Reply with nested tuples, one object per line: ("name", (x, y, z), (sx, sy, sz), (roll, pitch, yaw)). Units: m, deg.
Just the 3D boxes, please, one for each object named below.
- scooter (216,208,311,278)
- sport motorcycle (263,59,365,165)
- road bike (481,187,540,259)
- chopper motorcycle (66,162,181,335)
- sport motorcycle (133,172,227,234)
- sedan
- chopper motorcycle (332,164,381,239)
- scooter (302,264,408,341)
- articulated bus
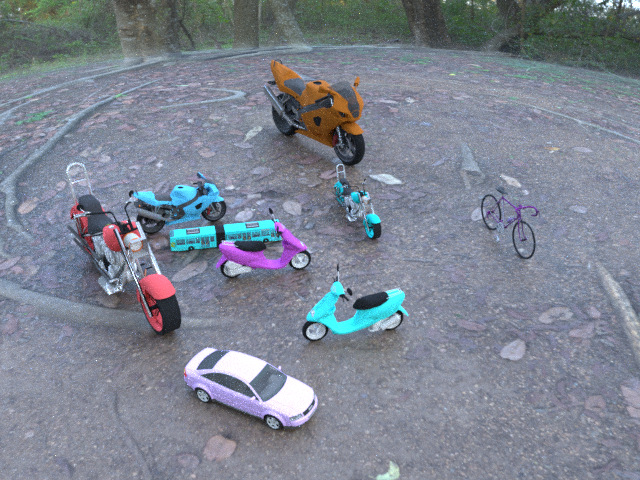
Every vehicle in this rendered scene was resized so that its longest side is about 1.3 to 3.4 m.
("scooter", (-0.813, 0.097, 10.107), (1.399, 0.919, 0.662), (-7, 31, -11))
("sport motorcycle", (-0.094, -2.601, 14.092), (0.983, 1.596, 2.955), (-21, 36, -32))
("road bike", (2.930, -0.336, 10.922), (0.358, 0.852, 1.545), (-10, 31, -16))
("chopper motorcycle", (-2.760, 0.064, 9.604), (0.906, 1.480, 3.040), (-21, 36, -32))
("sport motorcycle", (-2.265, -0.572, 11.360), (1.520, 0.821, 0.506), (-12, 32, -20))
("sedan", (-0.792, 1.620, 7.911), (1.613, 0.483, 0.635), (15, 33, 24))
("chopper motorcycle", (0.610, -0.643, 11.542), (0.466, 0.761, 1.563), (-12, 32, -20))
("scooter", (0.454, 0.828, 8.845), (1.399, 0.919, 0.662), (-7, 31, -11))
("articulated bus", (-1.473, -0.072, 11.029), (1.749, 0.289, 0.311), (-6, 31, -11))
